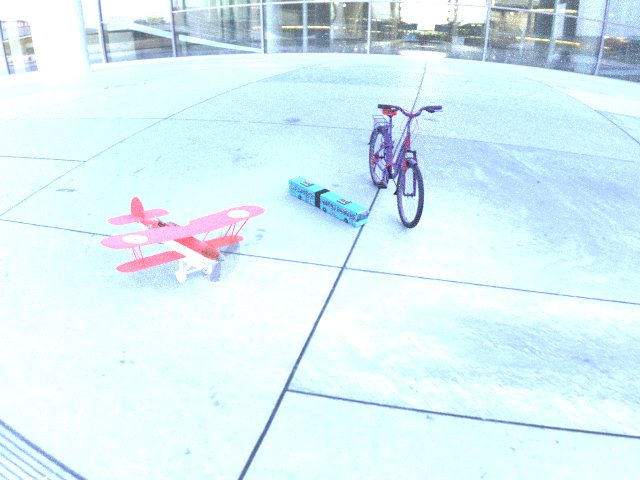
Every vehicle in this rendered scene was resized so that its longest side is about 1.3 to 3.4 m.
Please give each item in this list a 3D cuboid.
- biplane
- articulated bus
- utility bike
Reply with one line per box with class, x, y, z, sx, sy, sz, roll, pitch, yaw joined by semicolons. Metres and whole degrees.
biplane;-1.991;-0.061;9.761;2.120;0.981;2.598;23;36;36
articulated bus;0.111;-0.652;11.592;0.311;0.289;1.749;-22;35;-35
utility bike;1.313;-1.457;11.453;1.039;1.839;2.791;-6;29;-11
